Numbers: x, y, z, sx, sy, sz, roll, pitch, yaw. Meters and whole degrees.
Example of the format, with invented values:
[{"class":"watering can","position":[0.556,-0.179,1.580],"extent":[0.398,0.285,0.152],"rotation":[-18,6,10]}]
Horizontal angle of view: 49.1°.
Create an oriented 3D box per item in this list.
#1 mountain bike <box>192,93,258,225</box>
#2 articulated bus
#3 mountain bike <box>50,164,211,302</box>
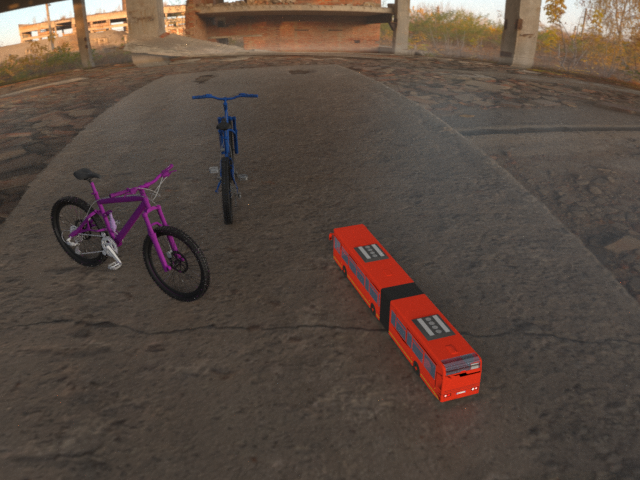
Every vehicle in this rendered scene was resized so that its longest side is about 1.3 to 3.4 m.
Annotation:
[{"class":"mountain bike","position":[-1.563,-1.475,11.831],"extent":[1.114,1.688,2.857],"rotation":[-3,29,-5]},{"class":"articulated bus","position":[0.963,0.765,8.916],"extent":[0.605,0.561,3.401],"rotation":[-10,30,-17]},{"class":"mountain bike","position":[-2.657,-0.156,9.423],"extent":[2.857,1.688,1.114],"rotation":[16,32,27]}]
